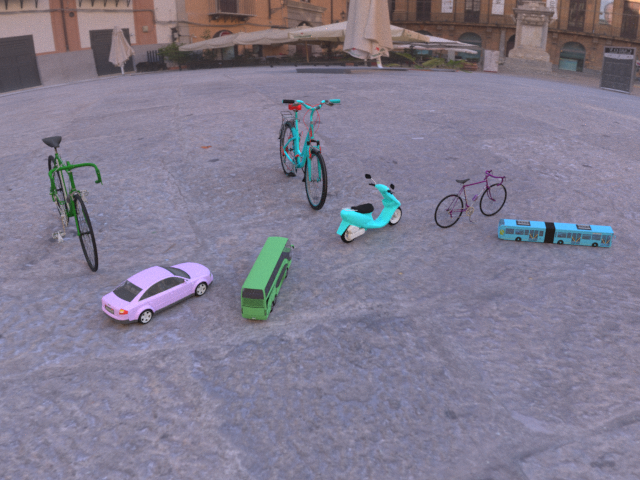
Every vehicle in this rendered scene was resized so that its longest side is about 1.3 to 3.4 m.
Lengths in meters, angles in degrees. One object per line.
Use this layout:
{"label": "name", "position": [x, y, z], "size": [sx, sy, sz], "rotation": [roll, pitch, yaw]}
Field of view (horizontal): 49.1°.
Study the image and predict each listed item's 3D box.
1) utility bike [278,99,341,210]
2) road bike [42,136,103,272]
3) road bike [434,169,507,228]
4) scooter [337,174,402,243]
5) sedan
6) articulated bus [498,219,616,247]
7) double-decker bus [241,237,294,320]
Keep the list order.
{"label": "utility bike", "position": [-0.253, -1.774, 12.674], "size": [1.039, 1.839, 2.791], "rotation": [-9, 28, -17]}
{"label": "road bike", "position": [-3.863, -0.683, 10.748], "size": [0.696, 1.656, 3.004], "rotation": [-15, 31, -26]}
{"label": "road bike", "position": [2.533, -0.689, 11.642], "size": [1.545, 0.852, 0.358], "rotation": [-14, 30, -26]}
{"label": "scooter", "position": [0.827, -0.510, 11.220], "size": [1.399, 0.919, 0.662], "rotation": [-21, 34, -35]}
{"label": "sedan", "position": [-2.169, 0.631, 9.473], "size": [0.635, 0.483, 1.613], "rotation": [22, 35, 37]}
{"label": "articulated bus", "position": [3.739, -0.111, 11.132], "size": [1.749, 0.289, 0.311], "rotation": [4, 27, 8]}
{"label": "double-decker bus", "position": [-0.716, 0.480, 9.704], "size": [0.389, 0.541, 1.672], "rotation": [5, 28, 9]}
